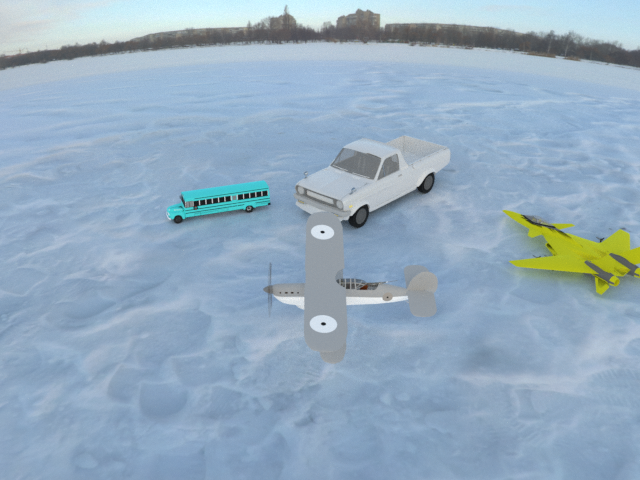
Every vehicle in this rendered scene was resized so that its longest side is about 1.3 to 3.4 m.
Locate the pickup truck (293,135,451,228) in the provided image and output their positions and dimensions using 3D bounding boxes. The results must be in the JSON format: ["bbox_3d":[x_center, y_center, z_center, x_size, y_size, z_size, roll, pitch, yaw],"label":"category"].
[{"bbox_3d":[0.970,-1.193,12.042,1.244,0.993,3.117,23,35,37],"label":"pickup truck"}]

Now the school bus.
[{"bbox_3d":[-1.686,-0.642,11.589,1.708,0.434,0.365,-10,29,-18],"label":"school bus"}]

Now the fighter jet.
[{"bbox_3d":[3.610,-0.102,10.415,2.229,0.557,2.640,-13,30,-24],"label":"fighter jet"}]

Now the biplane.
[{"bbox_3d":[0.367,0.650,8.508,2.120,0.981,2.598,0,27,0],"label":"biplane"}]
